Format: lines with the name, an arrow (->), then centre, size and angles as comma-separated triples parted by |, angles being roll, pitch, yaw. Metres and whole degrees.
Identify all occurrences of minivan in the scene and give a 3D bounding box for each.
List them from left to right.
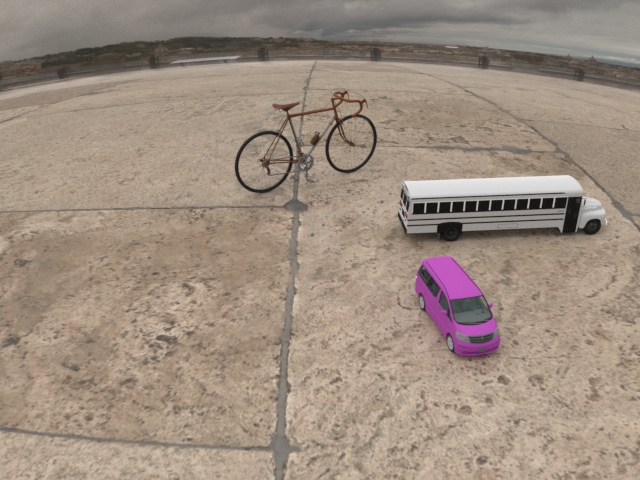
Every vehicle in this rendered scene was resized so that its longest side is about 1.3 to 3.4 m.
minivan -> 1.735, 0.814, 8.894 | 0.681, 0.616, 1.548 | -7, 29, -12

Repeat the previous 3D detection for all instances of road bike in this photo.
road bike -> -0.193, -1.821, 12.761 | 3.004, 1.656, 0.696 | -16, 32, -27

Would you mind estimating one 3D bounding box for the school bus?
school bus -> 2.953, -0.538, 11.205 | 3.322, 0.844, 0.709 | -3, 28, -5
